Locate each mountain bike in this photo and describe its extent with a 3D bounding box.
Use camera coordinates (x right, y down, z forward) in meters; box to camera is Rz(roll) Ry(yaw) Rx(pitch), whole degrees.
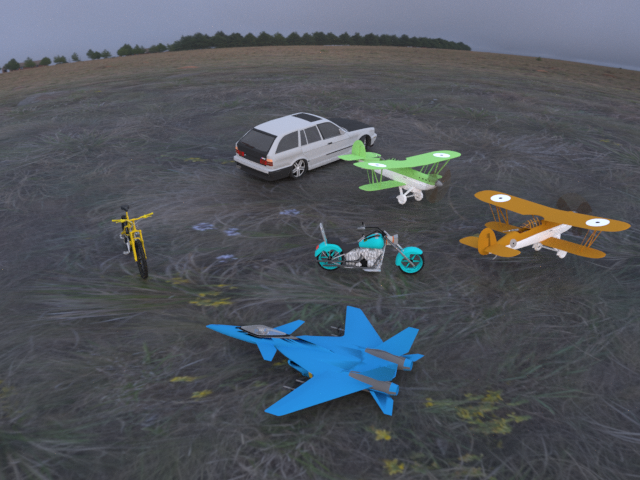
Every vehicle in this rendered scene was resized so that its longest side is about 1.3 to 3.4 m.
[{"bbox_3d":[-2.719,-0.049,10.149,0.573,0.868,1.469,-12,30,-23],"label":"mountain bike"}]

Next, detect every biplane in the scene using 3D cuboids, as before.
[{"bbox_3d":[3.018,-0.121,10.165,2.120,0.981,2.598,-17,32,-30],"label":"biplane"},{"bbox_3d":[1.337,-1.247,12.351,2.598,0.981,2.120,-23,35,-37],"label":"biplane"}]

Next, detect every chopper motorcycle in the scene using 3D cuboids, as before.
[{"bbox_3d":[0.707,0.122,9.933,1.563,0.761,0.466,1,27,2],"label":"chopper motorcycle"}]

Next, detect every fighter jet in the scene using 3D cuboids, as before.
[{"bbox_3d":[-0.216,1.167,8.126,2.640,0.557,2.229,12,30,22],"label":"fighter jet"}]

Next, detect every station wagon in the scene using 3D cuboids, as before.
[{"bbox_3d":[-0.207,-2.019,13.917,3.105,0.920,1.327,-24,36,-39],"label":"station wagon"}]
